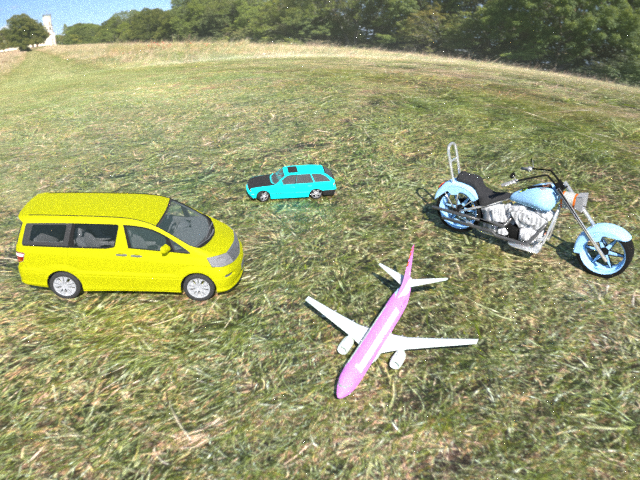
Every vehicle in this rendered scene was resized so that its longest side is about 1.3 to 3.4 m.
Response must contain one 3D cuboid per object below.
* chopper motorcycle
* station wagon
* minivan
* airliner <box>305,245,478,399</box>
[{"bbox_3d":[3.124,-0.475,10.400,3.040,1.480,0.906,18,33,30],"label":"chopper motorcycle"},{"bbox_3d":[-0.526,-1.048,12.537,1.597,0.473,0.682,-4,28,-7],"label":"station wagon"},{"bbox_3d":[-2.593,0.033,9.750,3.011,1.197,1.324,1,28,1],"label":"minivan"},{"bbox_3d":[0.731,0.944,8.433,2.257,0.835,2.541,12,31,22],"label":"airliner"}]
